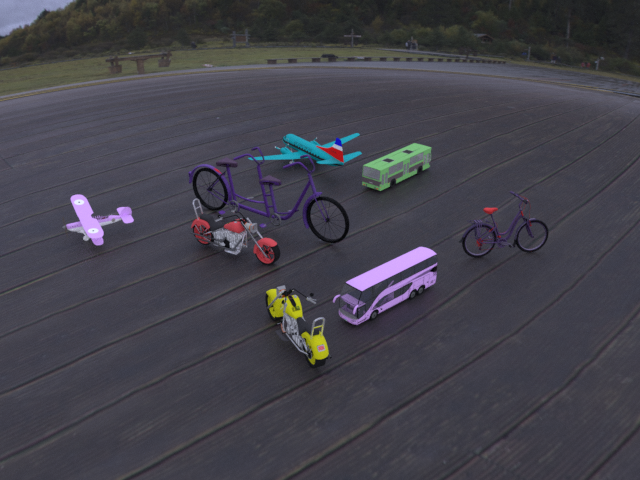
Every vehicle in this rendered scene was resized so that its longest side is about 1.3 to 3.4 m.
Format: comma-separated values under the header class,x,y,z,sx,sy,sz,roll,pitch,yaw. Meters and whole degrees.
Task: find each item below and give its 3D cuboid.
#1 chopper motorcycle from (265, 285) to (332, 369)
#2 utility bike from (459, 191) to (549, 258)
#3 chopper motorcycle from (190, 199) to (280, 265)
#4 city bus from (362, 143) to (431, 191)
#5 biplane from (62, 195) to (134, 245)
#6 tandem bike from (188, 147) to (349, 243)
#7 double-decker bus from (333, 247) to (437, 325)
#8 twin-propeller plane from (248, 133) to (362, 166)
class,x,y,z,sx,sy,sz,roll,pitch,yaw
chopper motorcycle,-0.312,0.913,8.444,0.466,0.761,1.563,-13,29,-23
utility bike,2.759,-0.227,10.489,1.435,0.946,0.535,-5,27,-10
chopper motorcycle,-1.290,-0.126,10.494,1.563,0.761,0.466,14,30,26
city bus,1.479,-1.380,13.302,0.476,0.460,1.674,22,34,36
biplane,-3.514,-0.287,11.096,1.090,0.504,1.336,-14,30,-26
tandem bike,-0.906,-0.839,11.276,3.192,1.326,0.550,16,31,28
double-decker bus,0.910,0.604,9.297,1.672,0.541,0.389,-22,34,-37
twin-propeller plane,-0.162,-1.876,13.914,2.663,0.792,2.129,-18,32,-31
